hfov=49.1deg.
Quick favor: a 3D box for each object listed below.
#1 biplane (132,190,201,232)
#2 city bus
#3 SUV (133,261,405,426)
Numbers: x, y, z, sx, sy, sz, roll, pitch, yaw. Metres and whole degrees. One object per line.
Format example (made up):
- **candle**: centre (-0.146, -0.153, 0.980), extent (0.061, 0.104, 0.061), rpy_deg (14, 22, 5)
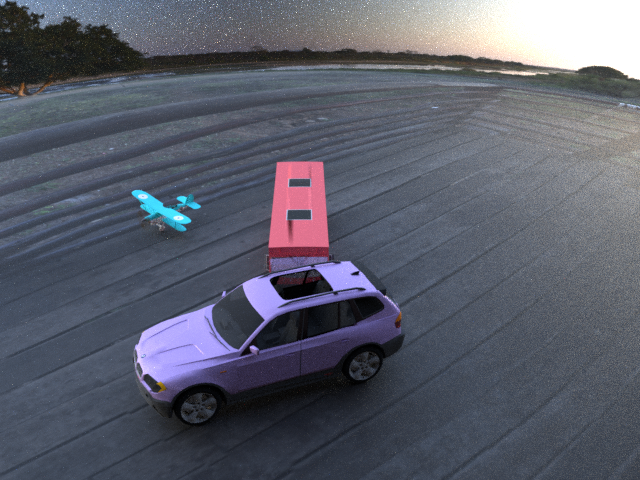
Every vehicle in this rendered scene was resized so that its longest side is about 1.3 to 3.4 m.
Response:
- **biplane**: centre (-2.492, -0.470, 11.590), extent (1.336, 0.504, 1.090), rpy_deg (20, 33, 35)
- **city bus**: centre (-0.308, -0.223, 10.652), extent (0.926, 0.894, 3.255), rpy_deg (-1, 26, -1)
- **SUV**: centre (-0.549, 1.025, 7.869), extent (3.058, 1.128, 1.276), rpy_deg (-10, 28, -20)
